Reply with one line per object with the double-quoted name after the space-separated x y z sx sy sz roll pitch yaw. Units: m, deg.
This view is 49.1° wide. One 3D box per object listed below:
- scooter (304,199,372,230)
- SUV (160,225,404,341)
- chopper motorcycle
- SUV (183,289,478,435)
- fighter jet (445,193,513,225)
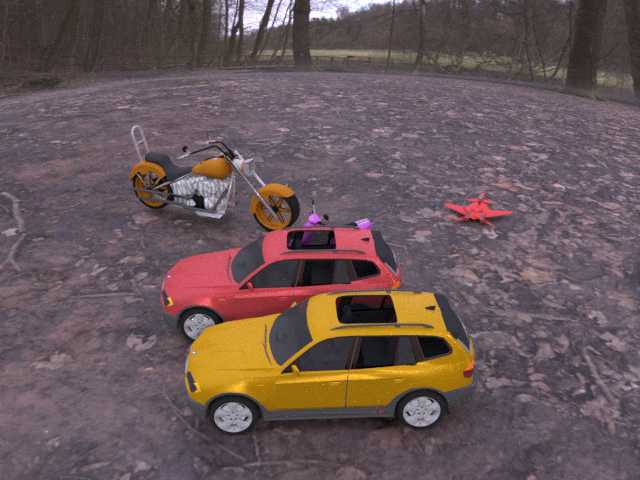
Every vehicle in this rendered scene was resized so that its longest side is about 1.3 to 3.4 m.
0.149 -0.078 10.179 1.399 0.919 0.662 -9 27 -17 "scooter"
-0.466 0.479 8.802 3.058 1.128 1.276 -1 26 -2 "SUV"
-1.784 -1.006 11.435 3.040 1.480 0.906 9 28 18 "chopper motorcycle"
0.106 1.186 7.359 3.058 1.128 1.276 -1 26 -2 "SUV"
2.749 -0.653 12.070 1.147 0.286 1.358 8 27 17 "fighter jet"
